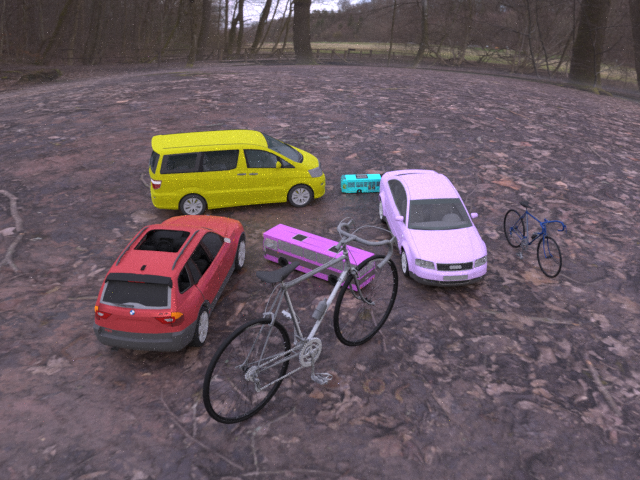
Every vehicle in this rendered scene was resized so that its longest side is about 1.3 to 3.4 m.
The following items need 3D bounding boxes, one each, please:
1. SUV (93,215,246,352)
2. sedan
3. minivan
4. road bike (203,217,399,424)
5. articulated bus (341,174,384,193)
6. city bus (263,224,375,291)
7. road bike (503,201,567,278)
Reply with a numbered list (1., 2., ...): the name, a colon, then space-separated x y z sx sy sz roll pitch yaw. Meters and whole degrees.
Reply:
1. SUV: -1.856 0.317 9.100 1.276 1.128 3.058 4 27 8
2. sedan: 1.659 -0.364 10.643 1.235 0.940 3.137 -3 27 -5
3. minivan: -1.406 -1.233 12.063 3.011 1.197 1.324 -6 28 -12
4. road bike: -0.080 0.804 7.565 0.697 1.656 3.004 23 35 38
5. articulated bus: 1.260 -1.036 12.678 1.749 0.289 0.311 -2 27 -4
6. city bus: -0.037 0.250 9.967 1.674 0.460 0.476 18 32 31
7. road bike: 3.085 -0.081 10.186 0.358 0.852 1.545 -8 28 -14
